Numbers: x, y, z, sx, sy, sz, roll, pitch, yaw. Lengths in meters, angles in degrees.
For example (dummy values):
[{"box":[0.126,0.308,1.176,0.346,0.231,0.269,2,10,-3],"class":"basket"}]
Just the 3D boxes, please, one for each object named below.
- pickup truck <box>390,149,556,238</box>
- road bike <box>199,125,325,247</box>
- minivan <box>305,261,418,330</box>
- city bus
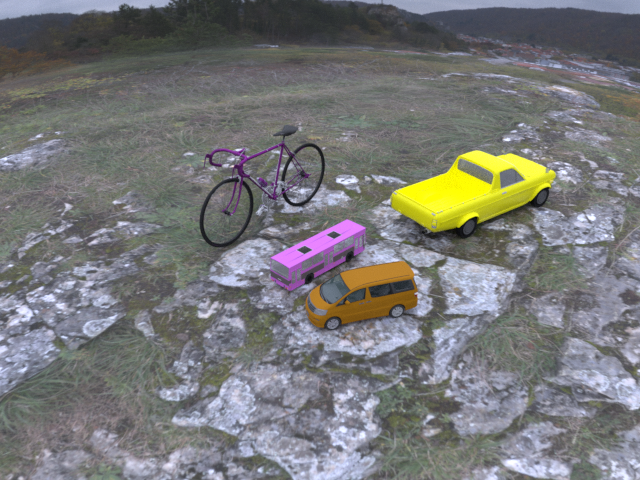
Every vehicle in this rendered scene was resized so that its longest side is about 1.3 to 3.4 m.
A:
[{"box":[2.719,-0.923,12.154,3.117,0.993,1.244,-20,36,-30],"class":"pickup truck"},{"box":[-0.882,-1.001,11.631,0.696,1.656,3.004,23,37,34],"class":"road bike"},{"box":[0.567,0.743,9.677,1.548,0.616,0.681,-9,31,-15],"class":"minivan"},{"box":[-0.002,0.230,10.709,0.476,0.460,1.674,27,39,37],"class":"city bus"}]
